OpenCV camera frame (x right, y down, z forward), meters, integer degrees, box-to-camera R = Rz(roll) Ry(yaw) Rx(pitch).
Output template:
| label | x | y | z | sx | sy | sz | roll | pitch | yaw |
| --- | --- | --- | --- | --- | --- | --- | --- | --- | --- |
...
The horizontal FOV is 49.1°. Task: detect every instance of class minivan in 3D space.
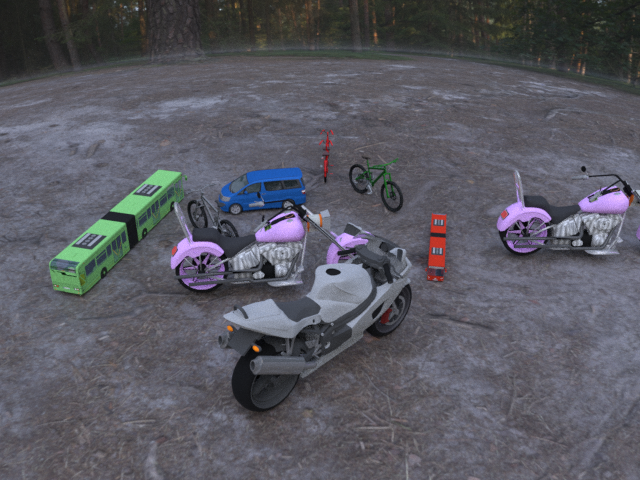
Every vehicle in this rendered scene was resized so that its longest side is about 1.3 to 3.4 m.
| label | x | y | z | sx | sy | sz | roll | pitch | yaw |
| --- | --- | --- | --- | --- | --- | --- | --- | --- | --- |
| minivan | -1.037 | -0.894 | 12.480 | 1.548 | 0.616 | 0.681 | -5 | 30 | -9 |

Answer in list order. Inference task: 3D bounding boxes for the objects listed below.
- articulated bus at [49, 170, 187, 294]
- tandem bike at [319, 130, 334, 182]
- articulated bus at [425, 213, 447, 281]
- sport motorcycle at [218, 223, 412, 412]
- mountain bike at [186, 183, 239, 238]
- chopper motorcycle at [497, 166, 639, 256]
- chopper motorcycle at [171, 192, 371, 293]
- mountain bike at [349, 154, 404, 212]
| label | x | y | z | sx | sy | sz | roll | pitch | yaw |
| --- | --- | --- | --- | --- | --- | --- | --- | --- | --- |
| articulated bus | -3.163 | -0.239 | 11.399 | 0.605 | 0.561 | 3.401 | 8 | 31 | 14 |
| tandem bike | 0.129 | -1.715 | 13.837 | 0.283 | 0.682 | 1.642 | 1 | 30 | 2 |
| articulated bus | 1.860 | 0.083 | 11.113 | 0.311 | 0.289 | 1.749 | 5 | 30 | 8 |
| sport motorcycle | 0.108 | 0.902 | 8.385 | 2.955 | 1.596 | 0.983 | -25 | 38 | -36 |
| mountain bike | -1.742 | -0.363 | 11.307 | 0.573 | 0.868 | 1.469 | -24 | 37 | -35 |
| chopper motorcycle | 4.271 | -0.404 | 10.766 | 3.040 | 1.480 | 0.906 | -1 | 30 | -1 |
| chopper motorcycle | -0.611 | 0.032 | 10.010 | 3.040 | 1.480 | 0.906 | -5 | 30 | -9 |
| mountain bike | 0.992 | -1.084 | 12.556 | 0.573 | 0.868 | 1.469 | -20 | 36 | -31 |
